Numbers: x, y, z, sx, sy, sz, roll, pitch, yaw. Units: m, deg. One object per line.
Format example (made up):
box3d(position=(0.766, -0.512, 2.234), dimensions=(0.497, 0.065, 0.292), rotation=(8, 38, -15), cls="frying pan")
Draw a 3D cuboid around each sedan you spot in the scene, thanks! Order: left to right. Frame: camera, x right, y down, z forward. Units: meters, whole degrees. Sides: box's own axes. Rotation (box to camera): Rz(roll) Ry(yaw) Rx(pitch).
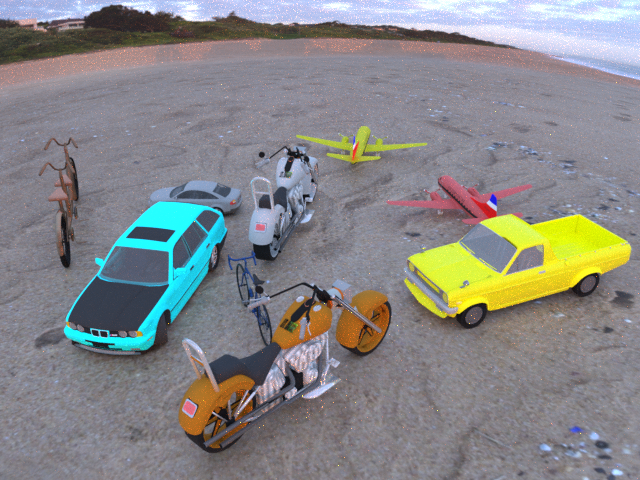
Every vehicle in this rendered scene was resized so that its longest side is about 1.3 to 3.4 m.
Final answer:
box3d(position=(-2.139, -0.737, 11.950), dimensions=(1.613, 0.483, 0.635), rotation=(3, 29, 6), cls="sedan")

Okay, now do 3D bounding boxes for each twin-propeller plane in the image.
box3d(position=(0.790, -1.982, 13.934), dimensions=(2.663, 0.792, 2.129), rotation=(5, 29, 9), cls="twin-propeller plane")
box3d(position=(2.432, -0.743, 11.637), dimensions=(2.663, 0.792, 2.129), rotation=(-7, 29, -13), cls="twin-propeller plane")

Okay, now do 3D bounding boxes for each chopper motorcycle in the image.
box3d(position=(-0.495, -0.835, 11.083), dimensions=(0.906, 1.480, 3.040), rotation=(7, 29, 12), cls="chopper motorcycle")
box3d(position=(-0.234, 1.088, 7.516), dimensions=(0.906, 1.480, 3.040), rotation=(24, 36, 37), cls="chopper motorcycle")

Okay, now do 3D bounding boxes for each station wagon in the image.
box3d(position=(-2.269, 0.346, 9.482), dimensions=(1.327, 0.920, 3.105), rotation=(6, 29, 11), cls="station wagon")

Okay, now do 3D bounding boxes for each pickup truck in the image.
box3d(position=(2.727, 0.239, 9.603), dimensions=(3.117, 0.993, 1.244), rotation=(-12, 31, -21), cls="pickup truck")

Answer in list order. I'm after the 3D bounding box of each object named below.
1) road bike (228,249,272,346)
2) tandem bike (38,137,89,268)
box3d(position=(-0.856, 0.702, 8.894), dimensions=(0.358, 0.852, 1.545), rotation=(-11, 30, -19), cls="road bike")
box3d(position=(-4.026, -0.741, 11.069), dimensions=(0.550, 1.326, 3.192), rotation=(-7, 29, -12), cls="tandem bike")
